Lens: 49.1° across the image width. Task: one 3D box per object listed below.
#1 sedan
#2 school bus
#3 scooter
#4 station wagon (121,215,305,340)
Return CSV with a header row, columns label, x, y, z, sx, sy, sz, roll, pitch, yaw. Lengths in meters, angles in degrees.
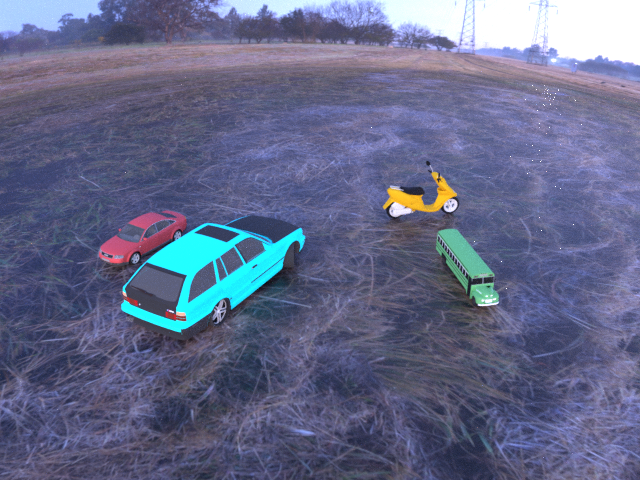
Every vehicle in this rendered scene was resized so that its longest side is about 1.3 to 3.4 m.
label,x,y,z,sx,sy,sz,roll,pitch,yaw
sedan,-2.835,-0.090,11.259,0.635,0.483,1.613,17,32,29
school bus,2.176,0.397,10.375,0.365,0.434,1.708,-5,28,-10
scooter,1.792,-0.835,12.218,1.399,0.919,0.662,-5,28,-10
station wagon,-1.407,0.274,10.085,1.327,0.920,3.105,15,31,27
